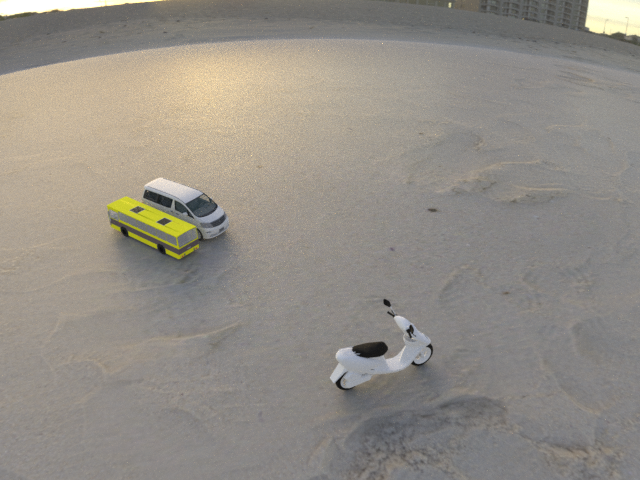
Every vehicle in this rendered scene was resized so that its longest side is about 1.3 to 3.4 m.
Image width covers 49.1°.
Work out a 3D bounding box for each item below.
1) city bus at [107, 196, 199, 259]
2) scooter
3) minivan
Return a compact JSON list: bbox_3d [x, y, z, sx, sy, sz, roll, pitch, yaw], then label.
[{"bbox_3d":[-2.672,-0.192,11.143,1.674,0.460,0.476,22,37,31],"label":"city bus"},{"bbox_3d":[0.767,1.274,8.283,1.399,0.919,0.662,-14,34,-22],"label":"scooter"},{"bbox_3d":[-2.225,-0.528,11.548,1.548,0.616,0.681,19,36,28],"label":"minivan"}]
